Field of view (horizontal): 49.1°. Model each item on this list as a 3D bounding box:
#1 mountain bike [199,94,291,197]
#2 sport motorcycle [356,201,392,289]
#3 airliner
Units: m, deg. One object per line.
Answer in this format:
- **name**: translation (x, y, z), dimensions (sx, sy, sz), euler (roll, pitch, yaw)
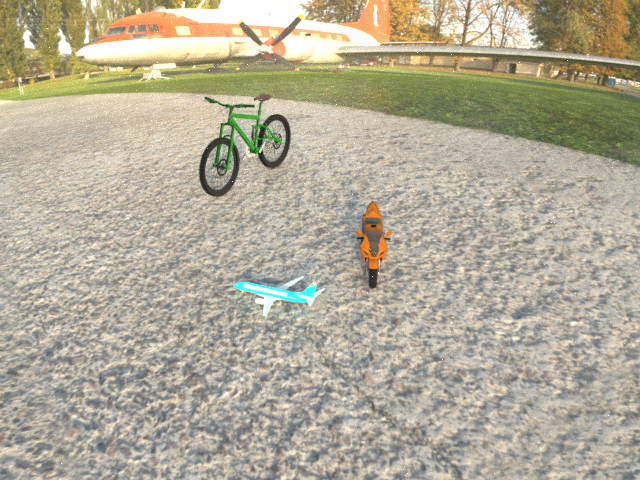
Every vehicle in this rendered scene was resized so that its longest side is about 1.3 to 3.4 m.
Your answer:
- **mountain bike**: translation (-1.379, -1.934, 13.334), dimensions (1.114, 1.688, 2.857), euler (15, 30, 27)
- **sport motorcycle**: translation (0.774, 0.054, 10.250), dimensions (0.506, 0.821, 1.520), euler (1, 26, 3)
- **airliner**: translation (-0.615, 0.636, 9.504), dimensions (1.307, 0.429, 1.161), euler (11, 28, 22)
